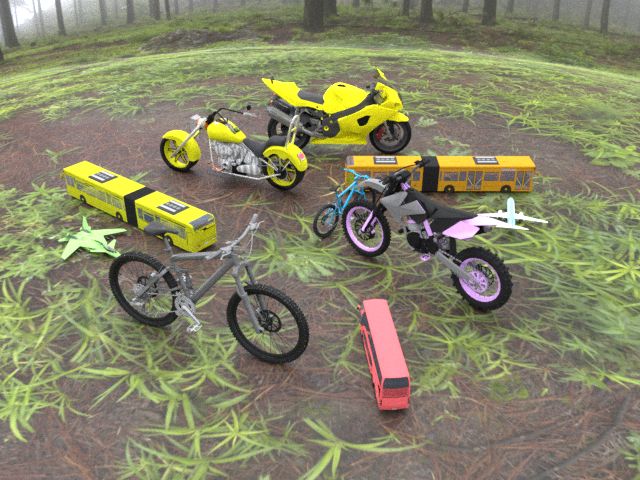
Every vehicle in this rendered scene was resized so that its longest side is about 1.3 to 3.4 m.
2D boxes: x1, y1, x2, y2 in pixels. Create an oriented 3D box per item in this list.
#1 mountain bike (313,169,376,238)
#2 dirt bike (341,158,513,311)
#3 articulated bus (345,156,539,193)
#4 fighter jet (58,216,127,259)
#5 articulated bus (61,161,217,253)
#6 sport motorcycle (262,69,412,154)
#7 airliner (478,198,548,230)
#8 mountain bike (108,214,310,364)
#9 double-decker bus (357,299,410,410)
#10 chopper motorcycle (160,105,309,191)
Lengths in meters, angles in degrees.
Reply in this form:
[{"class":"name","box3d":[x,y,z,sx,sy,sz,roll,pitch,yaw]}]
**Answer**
[{"class":"mountain bike","box3d":[0.420,-0.599,11.327,0.573,0.868,1.469,26,39,37]},{"class":"dirt bike","box3d":[1.407,-0.146,9.741,2.903,1.666,1.024,25,38,36]},{"class":"articulated bus","box3d":[2.163,-1.198,12.674,3.401,0.561,0.605,0,30,0]},{"class":"fighter jet","box3d":[-3.426,0.027,10.824,1.358,0.286,1.147,22,37,33]},{"class":"articulated bus","box3d":[-3.072,-0.603,11.641,3.401,0.561,0.605,22,37,33]},{"class":"sport motorcycle","box3d":[0.354,-2.479,13.859,2.955,1.596,0.983,2,30,3]},{"class":"airliner","box3d":[3.182,-0.508,11.609,1.161,0.429,1.307,6,31,11]},{"class":"mountain bike","box3d":[-1.437,0.566,8.486,2.857,1.688,1.114,13,32,21]},{"class":"double-decker bus","box3d":[0.746,1.298,8.363,0.389,0.541,1.672,-3,30,-5]},{"class":"chopper motorcycle","box3d":[-1.632,-1.759,12.727,3.040,1.480,0.906,13,32,21]}]
